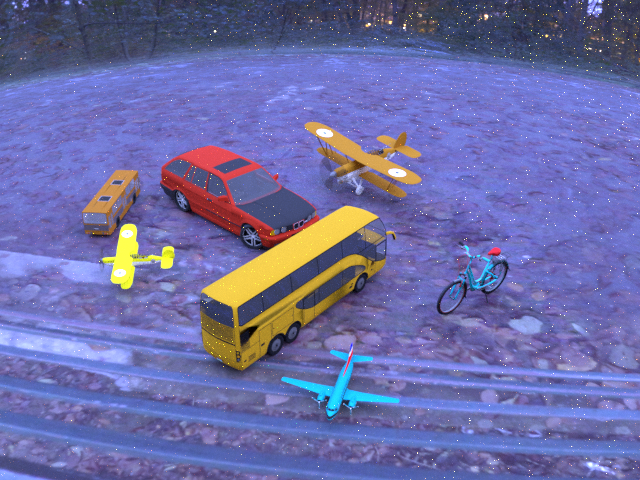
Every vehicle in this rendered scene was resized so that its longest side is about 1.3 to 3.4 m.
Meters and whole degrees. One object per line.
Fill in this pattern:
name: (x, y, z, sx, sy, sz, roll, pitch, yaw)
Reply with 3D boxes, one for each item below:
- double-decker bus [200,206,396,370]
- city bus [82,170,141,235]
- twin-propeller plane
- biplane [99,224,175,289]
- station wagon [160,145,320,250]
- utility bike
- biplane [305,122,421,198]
double-decker bus: (-0.199, 0.498, 9.267, 0.756, 1.052, 3.251, 22, 36, 33)
city bus: (-3.500, -0.637, 11.863, 0.476, 0.460, 1.674, 2, 30, 4)
twin-propeller plane: (0.245, 1.614, 7.956, 1.370, 0.407, 1.095, 8, 31, 14)
biplane: (-2.661, 0.297, 10.175, 1.090, 0.504, 1.336, -3, 30, -5)
station wagon: (-1.391, -0.814, 11.708, 3.105, 0.920, 1.327, 26, 39, 38)
utility bike: (2.144, 0.478, 9.408, 1.435, 0.946, 0.535, -20, 35, -32)
biplane: (0.936, -1.439, 12.747, 2.598, 0.981, 2.120, 25, 38, 37)
